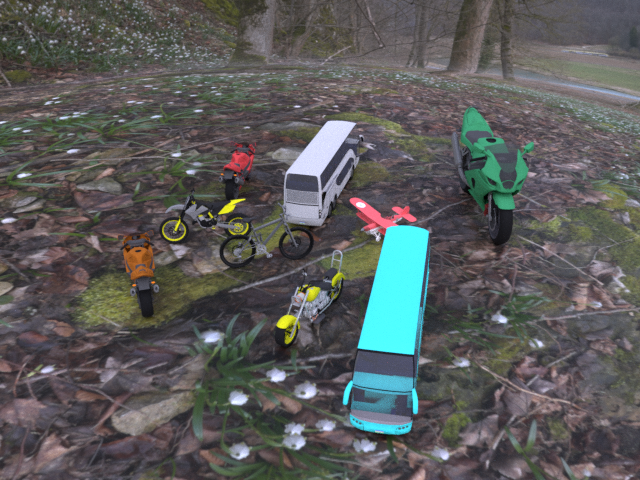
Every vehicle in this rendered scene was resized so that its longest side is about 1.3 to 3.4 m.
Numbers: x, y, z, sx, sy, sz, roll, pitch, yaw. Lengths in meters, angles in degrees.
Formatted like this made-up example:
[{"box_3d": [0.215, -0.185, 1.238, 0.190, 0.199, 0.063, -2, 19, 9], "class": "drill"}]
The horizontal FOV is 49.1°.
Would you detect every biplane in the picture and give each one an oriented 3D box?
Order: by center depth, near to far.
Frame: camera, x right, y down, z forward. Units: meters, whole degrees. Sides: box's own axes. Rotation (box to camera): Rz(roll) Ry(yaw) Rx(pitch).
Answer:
[{"box_3d": [1.088, -0.288, 11.487, 1.090, 0.504, 1.336, -21, 34, -34], "class": "biplane"}]

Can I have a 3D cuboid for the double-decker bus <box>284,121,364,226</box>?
[{"box_3d": [0.111, -1.323, 12.878, 0.756, 1.052, 3.251, 7, 28, 13], "class": "double-decker bus"}]

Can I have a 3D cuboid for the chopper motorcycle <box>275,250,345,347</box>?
[{"box_3d": [-0.115, 0.755, 9.214, 0.466, 0.761, 1.563, 16, 31, 27], "class": "chopper motorcycle"}]

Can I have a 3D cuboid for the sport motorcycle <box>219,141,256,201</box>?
[{"box_3d": [-1.518, -1.311, 13.103, 0.506, 0.821, 1.520, 4, 28, 8], "class": "sport motorcycle"}]

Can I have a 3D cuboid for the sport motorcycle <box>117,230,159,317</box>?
[{"box_3d": [-2.497, 0.433, 9.764, 0.506, 0.821, 1.520, -8, 29, -16], "class": "sport motorcycle"}]

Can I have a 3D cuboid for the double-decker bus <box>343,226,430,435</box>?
[{"box_3d": [0.913, 0.975, 8.478, 0.756, 1.052, 3.251, 5, 28, 10], "class": "double-decker bus"}]

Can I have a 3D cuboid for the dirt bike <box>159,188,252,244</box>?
[{"box_3d": [-1.840, -0.358, 11.241, 1.493, 0.857, 0.527, -4, 28, -8], "class": "dirt bike"}]

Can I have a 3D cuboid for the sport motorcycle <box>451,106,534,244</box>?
[{"box_3d": [2.851, -1.172, 12.000, 0.983, 1.596, 2.955, -1, 28, -2], "class": "sport motorcycle"}]

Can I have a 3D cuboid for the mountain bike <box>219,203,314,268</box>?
[{"box_3d": [-0.801, -0.026, 10.592, 1.469, 0.868, 0.573, -7, 29, -14], "class": "mountain bike"}]
